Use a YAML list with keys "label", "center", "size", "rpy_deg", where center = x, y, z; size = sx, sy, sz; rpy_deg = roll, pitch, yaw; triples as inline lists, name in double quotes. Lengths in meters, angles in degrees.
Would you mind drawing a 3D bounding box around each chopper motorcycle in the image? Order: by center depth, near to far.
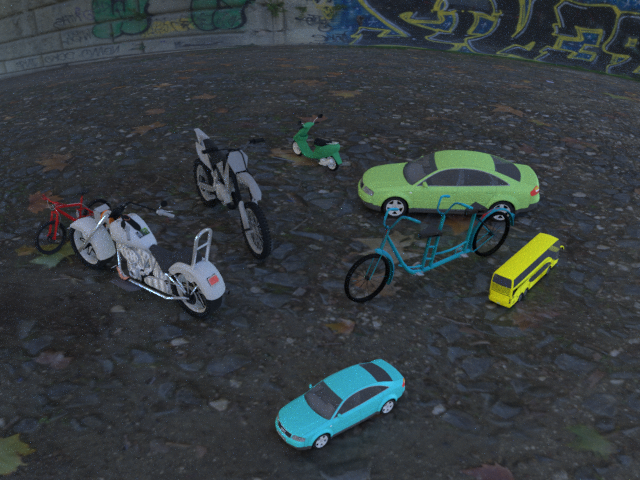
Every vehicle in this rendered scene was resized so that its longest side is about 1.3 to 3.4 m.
- label: "chopper motorcycle"
  center: [-2.543, 0.091, 9.845]
  size: [3.040, 1.480, 0.906]
  rpy_deg: [21, 36, 31]

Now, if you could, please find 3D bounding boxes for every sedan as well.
- label: "sedan"
  center: [0.241, 1.802, 7.932]
  size: [1.613, 0.483, 0.635]
  rpy_deg: [-20, 36, -30]
- label: "sedan"
  center: [2.240, -1.029, 12.269]
  size: [3.137, 0.940, 1.235]
  rpy_deg: [2, 31, 4]

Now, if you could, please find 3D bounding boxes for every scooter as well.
- label: "scooter"
  center: [-0.082, -1.939, 13.827]
  size: [0.662, 0.919, 1.399]
  rpy_deg: [-26, 39, -36]

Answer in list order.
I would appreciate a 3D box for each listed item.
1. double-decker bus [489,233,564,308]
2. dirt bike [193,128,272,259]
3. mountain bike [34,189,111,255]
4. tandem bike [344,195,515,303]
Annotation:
- label: "double-decker bus"
  center: [3.031, 0.404, 10.239]
  size: [0.389, 0.541, 1.672]
  rpy_deg: [23, 38, 34]
- label: "dirt bike"
  center: [-1.481, -0.901, 11.339]
  size: [1.024, 1.666, 2.903]
  rpy_deg: [-16, 34, -25]
- label: "mountain bike"
  center: [-3.957, -0.360, 11.208]
  size: [0.573, 0.868, 1.469]
  rpy_deg: [20, 36, 30]
- label: "tandem bike"
  center: [1.689, -0.021, 10.185]
  size: [3.192, 1.326, 0.550]
  rpy_deg: [-18, 35, -27]
